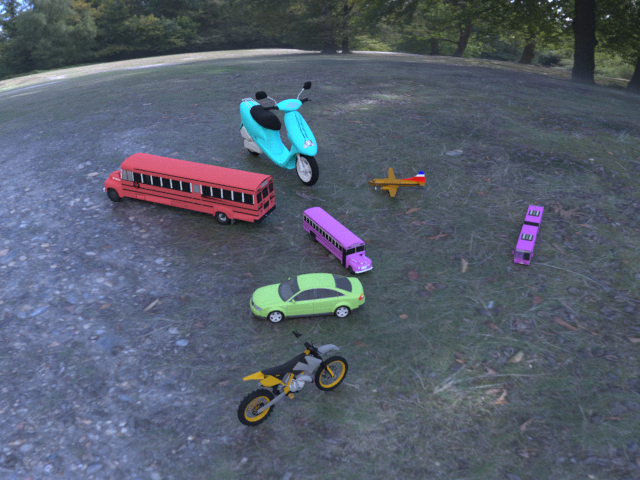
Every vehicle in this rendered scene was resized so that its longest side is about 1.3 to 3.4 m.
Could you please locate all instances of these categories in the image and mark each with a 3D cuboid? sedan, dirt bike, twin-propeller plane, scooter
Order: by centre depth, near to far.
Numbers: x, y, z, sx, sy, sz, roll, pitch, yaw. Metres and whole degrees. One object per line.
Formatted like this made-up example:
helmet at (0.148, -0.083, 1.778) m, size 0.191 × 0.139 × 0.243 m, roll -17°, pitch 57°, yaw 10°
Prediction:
dirt bike at (-0.290, 1.559, 7.986) m, size 1.493 × 0.857 × 0.527 m, roll -18°, pitch 34°, yaw -30°
sedan at (-0.177, 0.765, 9.816) m, size 1.613 × 0.483 × 0.635 m, roll -4°, pitch 29°, yaw -7°
twin-propeller plane at (1.463, -1.140, 13.356) m, size 1.095 × 0.407 × 1.370 m, roll 2°, pitch 29°, yaw 3°
scooter at (-0.864, -2.261, 13.962) m, size 1.288 × 1.786 × 2.721 m, roll -20°, pitch 34°, yaw -32°

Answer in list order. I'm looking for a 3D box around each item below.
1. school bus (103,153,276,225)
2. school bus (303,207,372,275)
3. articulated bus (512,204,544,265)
school bus at (-2.429, -0.953, 12.563) m, size 3.322 × 0.844 × 0.709 m, roll 12°, pitch 31°, yaw 20°
school bus at (0.270, -0.002, 11.259) m, size 0.365 × 0.434 × 1.708 m, roll -15°, pitch 32°, yaw -25°
articulated bus at (3.471, -0.113, 11.612) m, size 0.311 × 0.289 × 1.749 m, roll 11°, pitch 31°, yaw 19°
